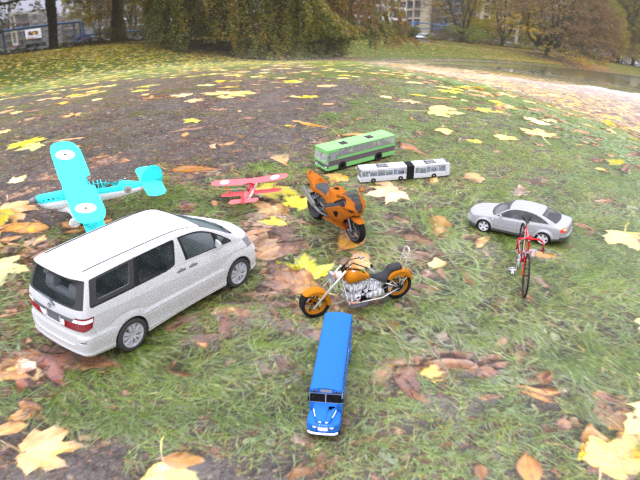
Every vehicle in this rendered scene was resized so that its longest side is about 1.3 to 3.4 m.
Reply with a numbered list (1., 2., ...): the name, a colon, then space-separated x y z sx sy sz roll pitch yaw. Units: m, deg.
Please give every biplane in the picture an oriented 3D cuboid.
1. biplane: -1.228 -0.834 11.909 1.336 0.504 1.090 3 28 6
2. biplane: -3.561 -0.773 11.275 2.120 0.981 2.598 -13 30 -23

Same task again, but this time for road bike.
1. road bike: 2.822 0.146 9.646 0.358 0.852 1.545 5 28 9

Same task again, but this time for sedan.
1. sedan: 3.131 -0.355 11.010 1.613 0.483 0.635 14 31 25

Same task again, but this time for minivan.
1. minivan: -2.131 0.311 8.954 1.324 1.197 3.011 19 33 32

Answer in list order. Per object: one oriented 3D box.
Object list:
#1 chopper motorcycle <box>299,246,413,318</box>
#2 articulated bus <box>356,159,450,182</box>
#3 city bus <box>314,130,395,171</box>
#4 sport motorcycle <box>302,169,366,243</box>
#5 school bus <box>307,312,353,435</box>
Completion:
1. chopper motorcycle: 0.481 0.531 9.004 1.563 0.761 0.466 -10 29 -18
2. articulated bus: 1.549 -1.294 13.027 1.749 0.289 0.311 -5 28 -10
3. city bus: 0.694 -1.743 13.704 1.674 0.460 0.476 -18 32 -30
4. sport motorcycle: 0.239 -0.542 11.003 0.506 0.821 1.520 -17 32 -30
5. school bus: 0.124 1.425 7.639 0.365 0.434 1.708 3 28 6
